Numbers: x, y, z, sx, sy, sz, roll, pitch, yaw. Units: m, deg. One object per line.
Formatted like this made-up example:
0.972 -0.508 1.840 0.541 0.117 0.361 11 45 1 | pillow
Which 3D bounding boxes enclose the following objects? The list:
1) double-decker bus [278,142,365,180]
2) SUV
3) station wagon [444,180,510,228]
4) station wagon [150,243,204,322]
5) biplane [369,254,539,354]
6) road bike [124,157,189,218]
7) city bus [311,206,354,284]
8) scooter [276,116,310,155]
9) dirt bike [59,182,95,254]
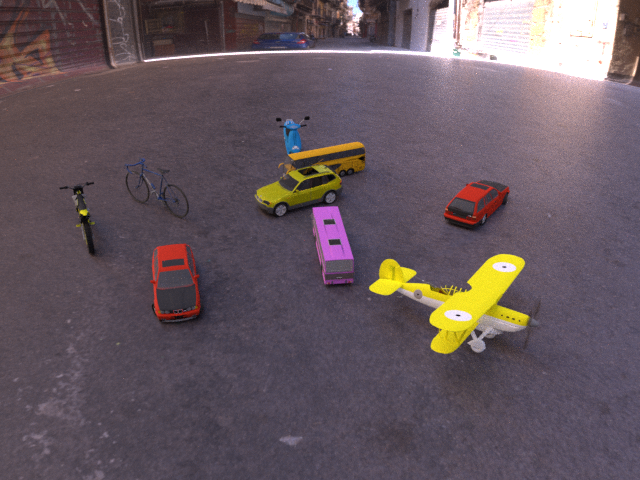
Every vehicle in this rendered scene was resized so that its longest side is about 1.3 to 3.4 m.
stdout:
0.064 -1.433 13.136 1.672 0.541 0.389 -13 32 -22 | double-decker bus
-0.365 -0.898 12.146 1.572 0.580 0.656 -16 33 -26 | SUV
2.711 -0.715 11.929 0.682 0.473 1.597 19 34 30 | station wagon
-2.013 0.532 9.714 0.682 0.473 1.597 -7 30 -11 | station wagon
1.705 0.750 8.810 2.120 0.981 2.598 17 33 27 | biplane
-2.791 -0.897 11.868 1.545 0.852 0.358 20 35 31 | road bike
0.178 0.073 10.543 0.476 0.460 1.674 -3 30 -6 | city bus
-0.546 -2.048 13.844 0.662 0.919 1.399 -4 30 -7 | scooter
-3.738 -0.421 11.017 0.527 0.857 1.493 -12 31 -20 | dirt bike
